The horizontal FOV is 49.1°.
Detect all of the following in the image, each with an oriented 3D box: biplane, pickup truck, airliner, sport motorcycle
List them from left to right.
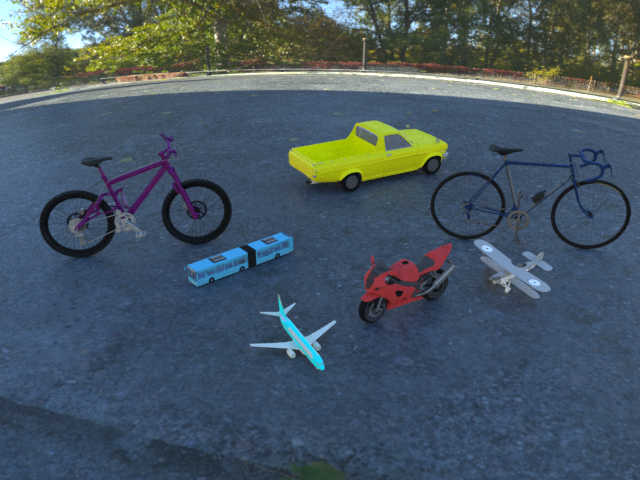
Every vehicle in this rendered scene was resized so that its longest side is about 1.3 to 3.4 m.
[{"bbox_3d":[-0.254,1.122,8.504,1.161,0.429,1.307,-13,29,-24],"label":"airliner"},{"bbox_3d":[0.973,-1.724,13.601,3.117,0.993,1.244,-14,29,-25],"label":"pickup truck"},{"bbox_3d":[1.132,0.557,9.201,1.520,0.821,0.506,-17,31,-30],"label":"sport motorcycle"},{"bbox_3d":[2.770,0.428,9.816,1.090,0.504,1.336,-17,31,-30],"label":"biplane"}]

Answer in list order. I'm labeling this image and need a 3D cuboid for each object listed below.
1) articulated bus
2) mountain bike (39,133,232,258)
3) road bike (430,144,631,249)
[{"bbox_3d":[-1.158,0.270,10.378,1.749,0.289,0.311,-20,33,-35],"label":"articulated bus"},{"bbox_3d":[-2.768,-0.602,10.559,2.857,1.688,1.114,-7,27,-13],"label":"mountain bike"},{"bbox_3d":[3.230,-0.681,10.755,3.004,1.656,0.697,5,27,10],"label":"road bike"}]
